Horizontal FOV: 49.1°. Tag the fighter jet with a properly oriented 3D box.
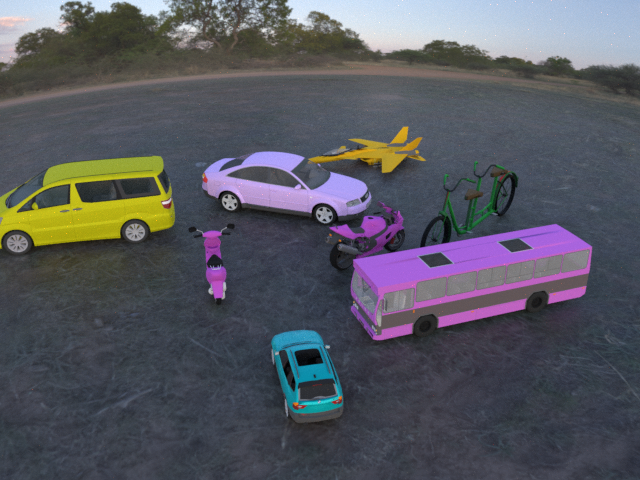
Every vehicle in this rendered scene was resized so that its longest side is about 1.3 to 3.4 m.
[{"bbox_3d":[0.836,-1.936,14.960,2.640,0.557,2.229,-7,27,-14],"label":"fighter jet"}]

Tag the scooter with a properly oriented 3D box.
[{"bbox_3d":[-1.523,0.273,10.095,0.662,0.919,1.399,-5,27,-10],"label":"scooter"}]

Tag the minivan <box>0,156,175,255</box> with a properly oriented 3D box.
[{"bbox_3d":[-3.970,-0.630,11.603,3.011,1.197,1.324,-6,27,-12],"label":"minivan"}]

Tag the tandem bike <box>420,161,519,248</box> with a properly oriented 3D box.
[{"bbox_3d":[2.543,-0.651,11.500,0.550,1.326,3.192,20,33,35],"label":"tandem bike"}]

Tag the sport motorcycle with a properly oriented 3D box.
[{"bbox_3d":[0.752,-0.056,10.869,1.520,0.821,0.506,-18,32,-32],"label":"sport motorcycle"}]

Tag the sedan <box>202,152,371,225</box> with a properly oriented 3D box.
[{"bbox_3d":[-0.614,-1.037,12.714,3.137,0.940,1.235,9,28,17],"label":"sedan"}]

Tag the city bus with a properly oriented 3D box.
[{"bbox_3d":[2.068,0.566,9.530,3.255,0.894,0.926,-9,28,-18],"label":"city bus"}]

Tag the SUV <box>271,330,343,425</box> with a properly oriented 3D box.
[{"bbox_3d":[-0.165,1.467,8.066,0.656,0.580,1.572,-6,27,-11],"label":"SUV"}]
